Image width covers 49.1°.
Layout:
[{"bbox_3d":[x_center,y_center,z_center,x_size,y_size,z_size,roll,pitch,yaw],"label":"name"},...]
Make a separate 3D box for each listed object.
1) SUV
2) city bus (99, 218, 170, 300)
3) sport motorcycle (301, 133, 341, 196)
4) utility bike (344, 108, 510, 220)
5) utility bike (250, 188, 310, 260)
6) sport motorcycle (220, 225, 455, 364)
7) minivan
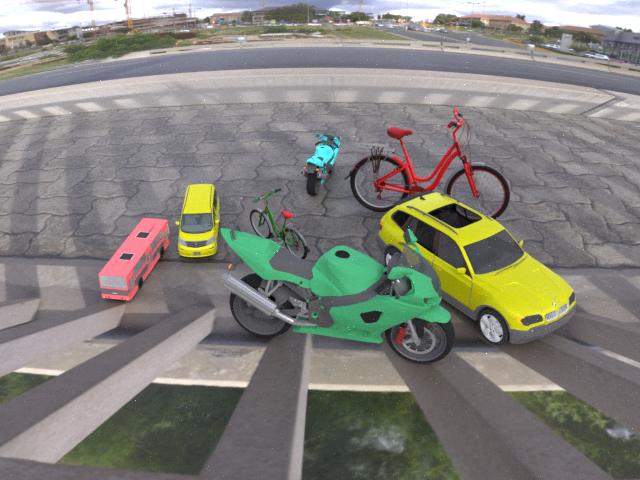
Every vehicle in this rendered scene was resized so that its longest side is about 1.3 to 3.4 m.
[{"bbox_3d":[2.089,0.267,9.743,1.276,1.128,3.058,-20,36,-30],"label":"SUV"},{"bbox_3d":[-2.713,0.276,10.393,0.476,0.460,1.674,5,30,8],"label":"city bus"},{"bbox_3d":[0.038,-1.421,12.954,0.506,0.821,1.520,9,31,15],"label":"sport motorcycle"},{"bbox_3d":[1.790,-1.260,11.664,2.791,1.839,1.039,8,31,13],"label":"utility bike"},{"bbox_3d":[-0.687,-0.238,10.795,0.535,0.946,1.435,-25,38,-36],"label":"utility bike"},{"bbox_3d":[0.203,0.672,8.582,2.955,1.596,0.983,8,31,14],"label":"sport motorcycle"},{"bbox_3d":[-1.941,-0.323,11.270,0.681,0.616,1.548,-2,30,-4],"label":"minivan"}]
